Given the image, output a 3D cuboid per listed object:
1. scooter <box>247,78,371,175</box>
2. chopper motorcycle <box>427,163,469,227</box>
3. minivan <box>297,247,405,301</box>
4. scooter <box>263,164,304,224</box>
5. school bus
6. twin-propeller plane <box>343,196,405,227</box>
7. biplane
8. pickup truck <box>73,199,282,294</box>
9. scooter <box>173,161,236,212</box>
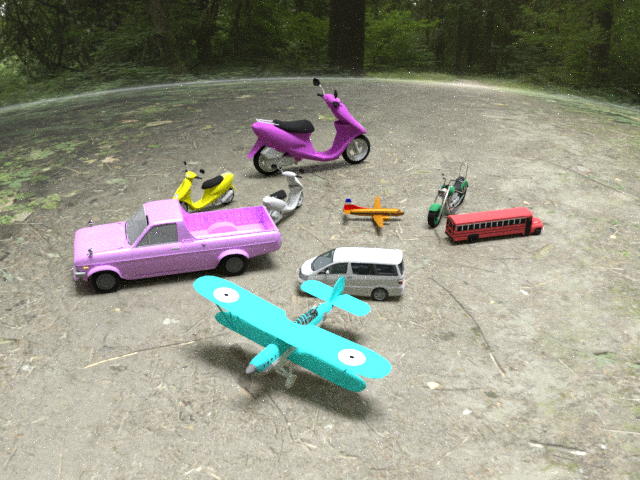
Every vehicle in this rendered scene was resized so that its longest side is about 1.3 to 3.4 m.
[{"bbox_3d":[-0.187,-2.302,14.447,2.721,1.786,1.288,-9,27,-19],"label":"scooter"},{"bbox_3d":[2.308,-0.816,12.550,0.466,0.761,1.563,15,30,28],"label":"chopper motorcycle"},{"bbox_3d":[0.447,0.450,10.095,1.548,0.616,0.681,3,26,6],"label":"minivan"},{"bbox_3d":[-0.639,-0.811,12.356,0.662,0.919,1.399,12,28,23],"label":"scooter"},{"bbox_3d":[2.964,-0.261,11.775,1.708,0.434,0.365,-7,27,-14],"label":"school bus"},{"bbox_3d":[0.954,-0.543,12.390,1.095,0.407,1.370,1,26,1],"label":"twin-propeller plane"},{"bbox_3d":[-0.209,1.087,8.357,2.598,0.981,2.120,15,29,28],"label":"biplane"},{"bbox_3d":[-2.183,-0.043,10.683,3.117,0.993,1.244,-7,27,-15],"label":"pickup truck"},{"bbox_3d":[-2.109,-0.955,12.656,1.399,0.919,0.662,-21,33,-36],"label":"scooter"}]
